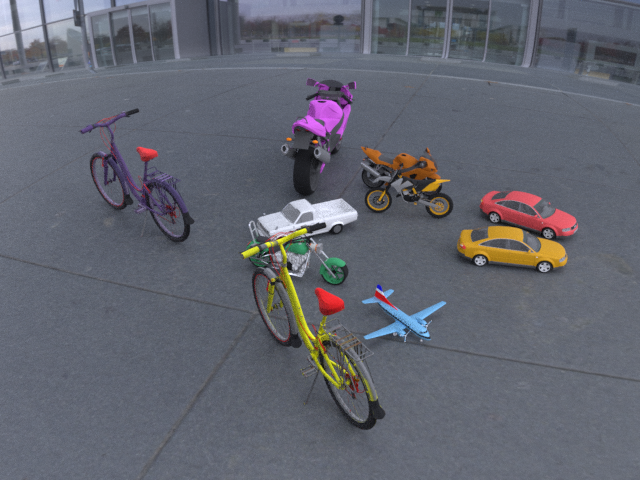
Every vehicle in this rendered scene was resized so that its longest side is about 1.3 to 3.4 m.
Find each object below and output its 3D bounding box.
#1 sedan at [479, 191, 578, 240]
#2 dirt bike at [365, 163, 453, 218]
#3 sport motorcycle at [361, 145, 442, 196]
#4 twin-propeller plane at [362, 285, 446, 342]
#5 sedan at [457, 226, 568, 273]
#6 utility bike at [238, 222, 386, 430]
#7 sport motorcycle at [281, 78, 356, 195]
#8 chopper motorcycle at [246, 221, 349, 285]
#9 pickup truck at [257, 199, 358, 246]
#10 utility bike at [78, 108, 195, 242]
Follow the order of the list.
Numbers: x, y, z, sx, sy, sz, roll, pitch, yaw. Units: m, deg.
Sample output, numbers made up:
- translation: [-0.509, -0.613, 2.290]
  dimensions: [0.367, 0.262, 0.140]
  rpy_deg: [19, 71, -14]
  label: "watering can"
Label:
- translation: [3.431, -0.471, 11.514]
  dimensions: [1.613, 0.483, 0.635]
  rpy_deg: [20, 35, 32]
  label: "sedan"
- translation: [1.492, -0.792, 11.707]
  dimensions: [1.493, 0.857, 0.527]
  rpy_deg: [5, 30, 9]
  label: "dirt bike"
- translation: [1.452, -1.240, 12.544]
  dimensions: [1.520, 0.821, 0.506]
  rpy_deg: [10, 31, 17]
  label: "sport motorcycle"
- translation: [1.052, 0.955, 9.041]
  dimensions: [1.370, 0.407, 1.095]
  rpy_deg: [-19, 34, -30]
  label: "twin-propeller plane"
- translation: [2.884, 0.093, 10.506]
  dimensions: [1.613, 0.483, 0.635]
  rpy_deg: [6, 30, 11]
  label: "sedan"
- translation: [-0.205, 0.874, 7.717]
  dimensions: [1.039, 1.839, 2.791]
  rpy_deg: [-17, 33, -27]
  label: "utility bike"
- translation: [0.021, -2.003, 13.115]
  dimensions: [0.983, 1.596, 2.955]
  rpy_deg: [7, 30, 13]
  label: "sport motorcycle"
- translation: [-0.346, 0.186, 10.055]
  dimensions: [1.563, 0.761, 0.466]
  rpy_deg: [11, 31, 18]
  label: "chopper motorcycle"
- translation: [-0.205, -0.358, 11.285]
  dimensions: [1.603, 0.511, 0.640]
  rpy_deg: [-13, 32, -22]
  label: "pickup truck"
- translation: [-3.005, -1.005, 11.080]
  dimensions: [2.791, 1.839, 1.039]
  rpy_deg: [24, 37, 36]
  label: "utility bike"
